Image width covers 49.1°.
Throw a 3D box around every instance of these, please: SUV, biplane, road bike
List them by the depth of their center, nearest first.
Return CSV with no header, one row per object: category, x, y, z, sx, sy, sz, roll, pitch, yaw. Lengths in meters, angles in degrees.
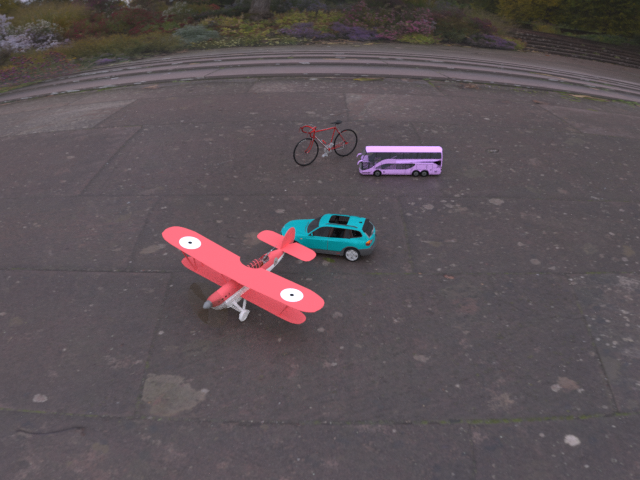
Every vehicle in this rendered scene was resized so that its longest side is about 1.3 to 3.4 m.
biplane,-0.917,0.472,9.867,2.598,0.981,2.120,17,34,27
SUV,0.126,-0.105,11.265,1.572,0.580,0.656,7,31,11
road bike,0.125,-2.008,14.283,1.545,0.852,0.358,-17,34,-27

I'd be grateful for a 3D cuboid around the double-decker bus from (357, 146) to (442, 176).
double-decker bus,1.567,-1.561,13.821,1.672,0.541,0.389,0,30,0
